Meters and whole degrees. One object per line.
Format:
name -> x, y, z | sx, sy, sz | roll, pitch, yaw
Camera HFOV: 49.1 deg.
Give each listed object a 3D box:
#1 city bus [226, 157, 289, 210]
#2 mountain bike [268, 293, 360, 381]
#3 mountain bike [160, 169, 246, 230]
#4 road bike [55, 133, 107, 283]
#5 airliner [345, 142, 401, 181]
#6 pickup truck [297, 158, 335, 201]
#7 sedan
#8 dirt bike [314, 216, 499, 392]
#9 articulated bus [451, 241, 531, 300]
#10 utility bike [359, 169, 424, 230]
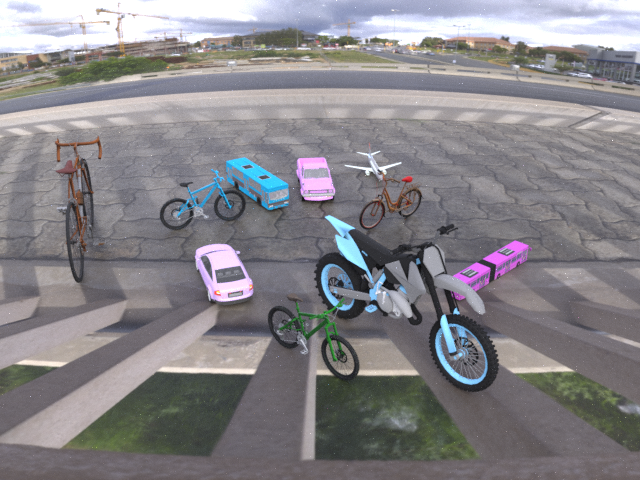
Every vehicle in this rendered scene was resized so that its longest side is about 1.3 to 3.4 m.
city bus -> -1.171, -1.034, 12.883 | 0.476, 0.460, 1.674 | -16, 31, -29
mountain bike -> -0.105, 1.072, 8.230 | 1.469, 0.868, 0.573 | 23, 35, 38
mountain bike -> -1.945, -0.644, 11.650 | 1.469, 0.868, 0.573 | -11, 29, -20
road bike -> -3.676, -0.594, 10.671 | 0.696, 1.656, 3.004 | -5, 27, -10
airliner -> 1.093, -1.552, 13.949 | 1.161, 0.429, 1.307 | -4, 27, -7
pickup truck -> -0.096, -1.210, 13.176 | 0.640, 0.511, 1.603 | -2, 27, -5
sedan -> -1.394, 0.401, 9.997 | 0.635, 0.483, 1.613 | -9, 28, -18
dirt bike -> 0.938, 0.592, 8.297 | 1.024, 1.666, 2.903 | -22, 34, -36
articulated bus -> 2.460, 0.423, 10.169 | 1.749, 0.289, 0.311 | -23, 35, -38
utility bike -> 1.254, -0.698, 11.671 | 1.435, 0.946, 0.535 | -18, 32, -32
